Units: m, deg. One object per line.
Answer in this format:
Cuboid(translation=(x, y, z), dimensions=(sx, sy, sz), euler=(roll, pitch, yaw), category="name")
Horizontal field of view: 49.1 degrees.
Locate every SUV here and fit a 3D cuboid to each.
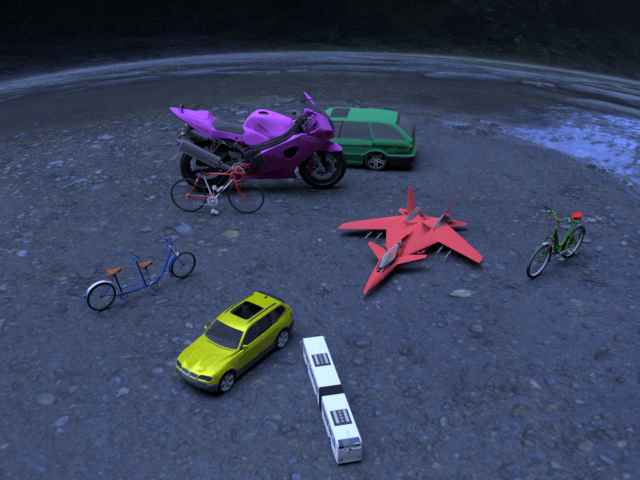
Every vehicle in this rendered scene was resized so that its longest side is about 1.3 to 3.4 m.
Cuboid(translation=(-0.952, 1.117, 8.029), dimensions=(0.656, 0.580, 1.572), euler=(19, 34, 31), category="SUV")

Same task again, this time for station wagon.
Cuboid(translation=(0.318, -2.029, 13.505), dimensions=(3.105, 0.920, 1.327), euler=(4, 29, 8), category="station wagon")

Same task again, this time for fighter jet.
Cuboid(translation=(1.199, -0.002, 10.128), dimensions=(2.229, 0.557, 2.640), euler=(14, 31, 24), category="fighter jet")

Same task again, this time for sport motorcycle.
Cuboid(translation=(-1.011, -1.609, 12.014), dimensions=(2.955, 1.596, 0.983), euler=(-1, 28, -2), category="sport motorcycle")

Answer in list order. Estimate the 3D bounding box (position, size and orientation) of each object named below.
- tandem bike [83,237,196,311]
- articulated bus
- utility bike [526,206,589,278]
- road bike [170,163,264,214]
Cuboid(translation=(-2.352, 0.417, 9.220), dimensions=(1.642, 0.682, 0.283), euler=(-23, 36, -35), category="tandem bike")
Cuboid(translation=(0.101, 1.624, 7.395), dimensions=(0.311, 0.289, 1.749), euler=(-6, 29, -11), category="articulated bus")
Cuboid(translation=(3.385, -0.010, 9.734), dimensions=(1.435, 0.946, 0.535), euler=(-22, 35, -35), category="utility bike")
Cuboid(translation=(-1.674, -0.825, 11.345), dimensions=(1.545, 0.852, 0.358), euler=(2, 28, 4), category="road bike")
